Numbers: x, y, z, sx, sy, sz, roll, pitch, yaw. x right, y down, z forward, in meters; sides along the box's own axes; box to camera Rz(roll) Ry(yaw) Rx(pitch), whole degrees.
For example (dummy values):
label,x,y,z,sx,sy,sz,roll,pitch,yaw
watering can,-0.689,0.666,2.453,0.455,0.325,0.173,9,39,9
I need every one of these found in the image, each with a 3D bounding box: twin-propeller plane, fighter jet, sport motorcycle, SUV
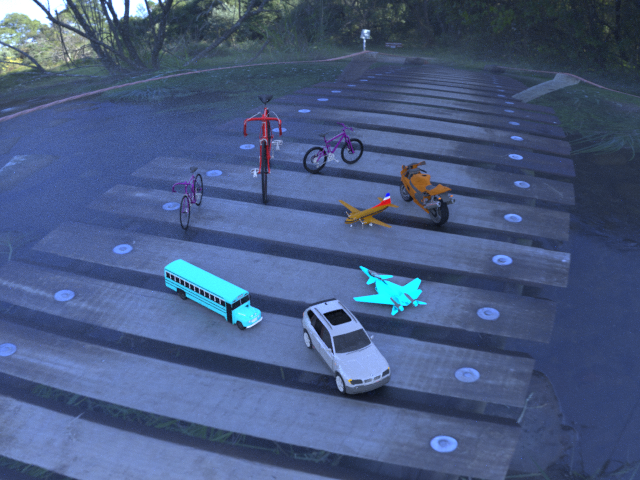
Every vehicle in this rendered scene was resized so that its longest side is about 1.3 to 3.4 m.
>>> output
label,x,y,z,sx,sy,sz,roll,pitch,yaw
twin-propeller plane,0.856,-0.526,12.372,1.095,0.407,1.370,-21,35,-33
fighter jet,0.952,0.621,10.398,1.147,0.286,1.358,-15,32,-25
sport motorcycle,1.866,-0.865,12.563,0.506,0.821,1.520,-13,31,-22
SUV,0.299,1.298,8.849,0.656,0.580,1.572,-13,31,-22

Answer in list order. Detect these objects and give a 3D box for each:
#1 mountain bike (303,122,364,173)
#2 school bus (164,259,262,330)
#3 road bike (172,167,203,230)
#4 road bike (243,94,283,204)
label,x,y,z,sx,sy,sz,roll,pitch,yaw
mountain bike,0.291,-1.880,14.373,1.469,0.868,0.573,-17,33,-28
school bus,-1.531,0.765,9.979,1.708,0.434,0.365,21,35,34
road bike,-2.286,-0.812,12.433,0.358,0.852,1.545,3,29,5
road bike,-1.055,-1.902,13.591,0.696,1.656,3.004,-1,29,-2
